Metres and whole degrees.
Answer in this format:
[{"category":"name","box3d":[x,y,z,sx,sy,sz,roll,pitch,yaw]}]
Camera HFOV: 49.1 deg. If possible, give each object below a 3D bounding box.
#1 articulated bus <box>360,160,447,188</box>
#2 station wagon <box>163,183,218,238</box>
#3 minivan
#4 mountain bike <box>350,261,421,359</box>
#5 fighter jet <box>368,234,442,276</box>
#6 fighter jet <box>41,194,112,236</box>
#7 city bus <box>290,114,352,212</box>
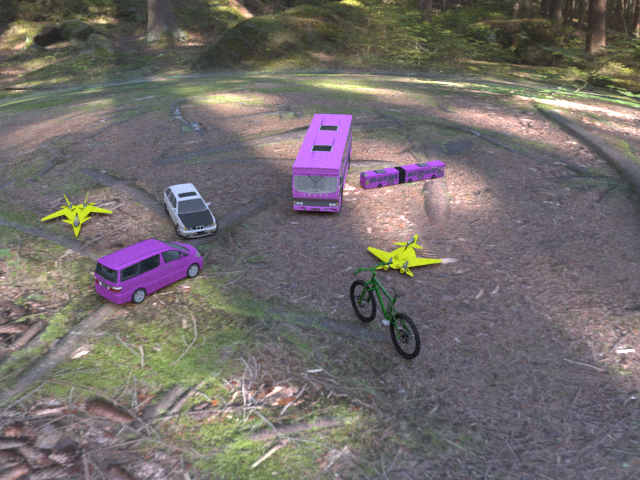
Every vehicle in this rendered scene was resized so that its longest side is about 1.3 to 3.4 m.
[{"category":"articulated bus","box3d":[1.602,-1.258,13.425,1.749,0.289,0.311,-11,28,-21]},{"category":"station wagon","box3d":[-2.198,-0.536,11.740,0.682,0.473,1.597,-10,28,-20]},{"category":"minivan","box3d":[-2.358,0.349,9.773,0.681,0.616,1.548,21,33,36]},{"category":"mountain bike","box3d":[0.776,0.817,8.531,0.573,0.868,1.469,-14,29,-26]},{"category":"fighter jet","box3d":[1.311,0.110,10.635,1.147,0.286,1.358,10,28,20]},{"category":"fighter jet","box3d":[-4.075,-0.423,11.723,1.147,0.286,1.358,-7,27,-15]},{"category":"city bus","box3d":[0.102,-1.499,13.227,0.926,0.894,3.255,3,26,6]}]
